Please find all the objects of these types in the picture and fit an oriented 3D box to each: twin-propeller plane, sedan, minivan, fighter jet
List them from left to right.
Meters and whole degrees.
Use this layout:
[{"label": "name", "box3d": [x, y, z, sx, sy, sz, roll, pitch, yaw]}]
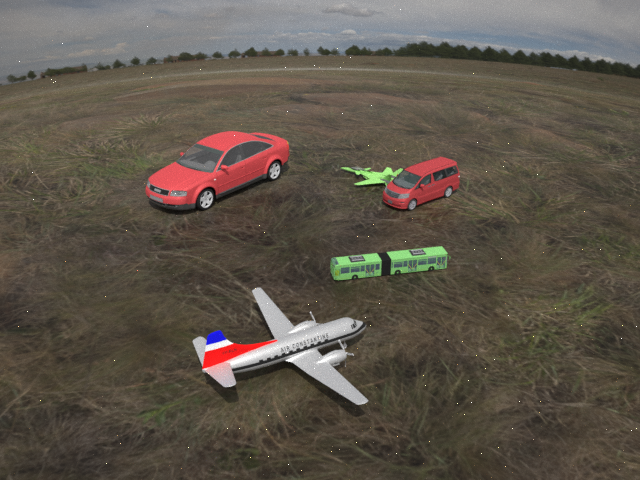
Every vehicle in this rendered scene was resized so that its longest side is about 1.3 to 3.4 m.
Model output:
[{"label": "sedan", "box3d": [-1.865, -1.428, 13.113, 1.235, 0.940, 3.137, 19, 32, 34]}, {"label": "twin-propeller plane", "box3d": [-0.362, 1.150, 8.115, 2.129, 0.792, 2.663, -14, 30, -26]}, {"label": "fighter jet", "box3d": [0.948, -1.342, 13.672, 1.358, 0.286, 1.147, 19, 32, 34]}, {"label": "minivan", "box3d": [1.838, -1.033, 12.684, 1.548, 0.616, 0.681, -20, 33, -34]}]

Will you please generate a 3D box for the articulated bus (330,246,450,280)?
[{"label": "articulated bus", "box3d": [1.032, 0.343, 10.295, 1.749, 0.289, 0.311, -6, 27, -11]}]
